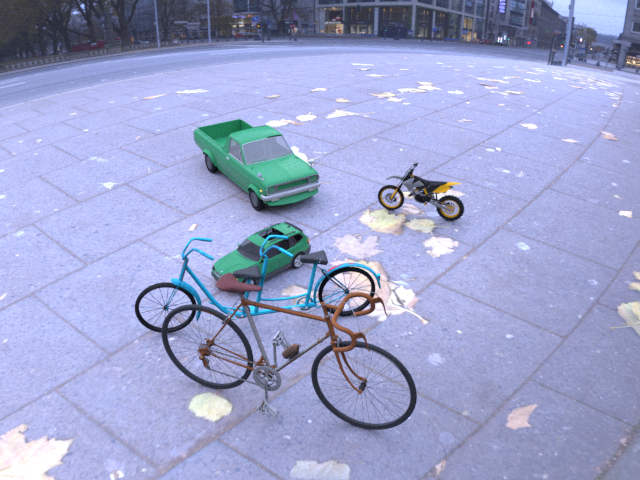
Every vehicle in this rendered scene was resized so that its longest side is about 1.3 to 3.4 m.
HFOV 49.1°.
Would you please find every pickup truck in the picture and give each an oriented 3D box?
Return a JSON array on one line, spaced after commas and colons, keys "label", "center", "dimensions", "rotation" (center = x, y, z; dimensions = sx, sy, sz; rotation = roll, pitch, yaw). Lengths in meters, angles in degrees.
[{"label": "pickup truck", "center": [-1.237, -1.576, 12.954], "dimensions": [1.244, 0.993, 3.117], "rotation": [-17, 34, -28]}]

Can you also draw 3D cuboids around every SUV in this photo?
[{"label": "SUV", "center": [-0.850, 0.216, 10.251], "dimensions": [1.572, 0.580, 0.656], "rotation": [-25, 38, -37]}]

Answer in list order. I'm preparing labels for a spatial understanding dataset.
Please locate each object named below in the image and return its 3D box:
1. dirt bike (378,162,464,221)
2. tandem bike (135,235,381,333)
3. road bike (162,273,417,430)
[{"label": "dirt bike", "center": [1.690, -0.792, 11.726], "dimensions": [1.493, 0.857, 0.527], "rotation": [11, 32, 19]}, {"label": "tandem bike", "center": [-0.766, 0.539, 8.942], "dimensions": [3.192, 1.326, 0.550], "rotation": [-5, 30, -8]}, {"label": "road bike", "center": [-0.417, 1.166, 7.518], "dimensions": [3.004, 1.656, 0.697], "rotation": [10, 32, 18]}]
